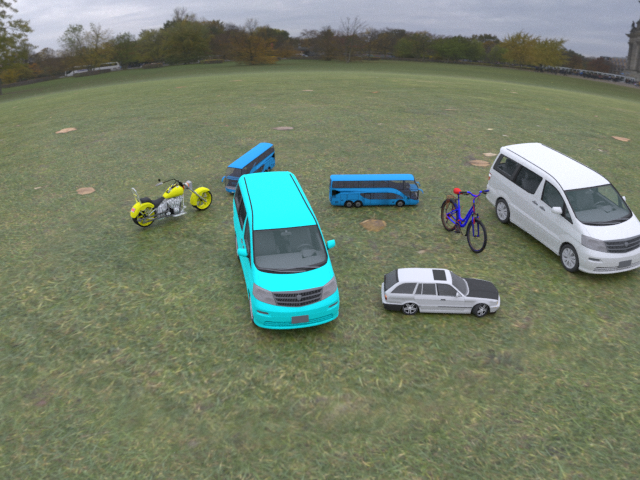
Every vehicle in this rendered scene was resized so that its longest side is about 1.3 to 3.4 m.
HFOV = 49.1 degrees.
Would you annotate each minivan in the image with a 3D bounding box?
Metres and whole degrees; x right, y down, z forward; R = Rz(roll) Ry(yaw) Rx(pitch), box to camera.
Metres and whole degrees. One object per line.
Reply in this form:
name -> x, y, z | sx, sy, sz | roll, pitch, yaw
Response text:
minivan -> 3.902, -0.567, 11.210 | 1.324, 1.197, 3.011 | -9, 28, -17
minivan -> -0.559, 0.062, 9.943 | 1.324, 1.197, 3.011 | -5, 27, -11

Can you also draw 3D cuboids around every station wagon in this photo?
station wagon -> 1.641, 0.677, 9.516 | 1.597, 0.473, 0.682 | 2, 26, 3

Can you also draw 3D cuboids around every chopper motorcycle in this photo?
chopper motorcycle -> -2.535, -0.716, 12.003 | 1.563, 0.761, 0.466 | -22, 34, -38

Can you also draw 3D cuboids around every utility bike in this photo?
utility bike -> 2.343, -0.436, 11.230 | 0.535, 0.946, 1.435 | -9, 28, -18

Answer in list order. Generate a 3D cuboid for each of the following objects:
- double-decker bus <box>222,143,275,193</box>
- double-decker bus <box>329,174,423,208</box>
double-decker bus -> -1.352, -1.393, 13.616 | 0.389, 0.541, 1.672 | 9, 28, 18
double-decker bus -> 1.002, -0.896, 12.613 | 1.672, 0.541, 0.389 | -1, 26, -1
